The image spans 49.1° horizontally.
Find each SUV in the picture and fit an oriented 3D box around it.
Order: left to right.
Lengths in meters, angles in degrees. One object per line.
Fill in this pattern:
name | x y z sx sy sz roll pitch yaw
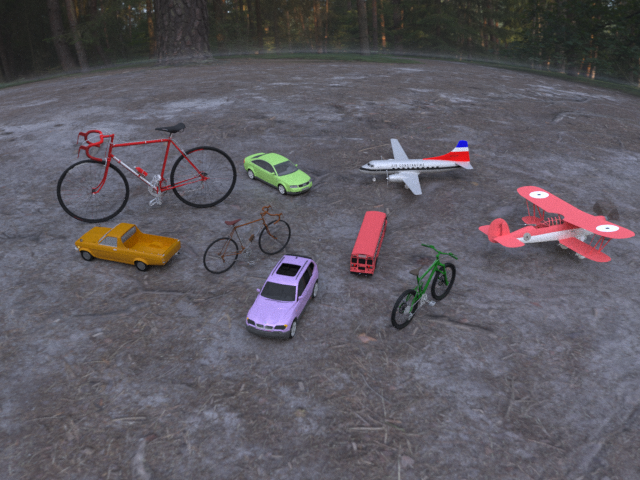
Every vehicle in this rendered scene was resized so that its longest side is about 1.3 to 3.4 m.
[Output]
SUV | -0.486 0.731 9.534 0.656 0.580 1.572 9 30 15

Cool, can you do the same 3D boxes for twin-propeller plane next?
twin-propeller plane | 1.798 -1.494 13.273 2.129 0.792 2.663 -2 29 -4

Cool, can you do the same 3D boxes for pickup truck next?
pickup truck | -2.971 0.058 10.802 1.603 0.511 0.640 9 31 16

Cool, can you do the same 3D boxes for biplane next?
biplane | 3.508 -0.174 10.734 2.120 0.981 2.598 -8 30 -14

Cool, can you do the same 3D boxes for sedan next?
sedan | -0.806 -1.314 13.268 0.635 0.483 1.613 -24 37 -36

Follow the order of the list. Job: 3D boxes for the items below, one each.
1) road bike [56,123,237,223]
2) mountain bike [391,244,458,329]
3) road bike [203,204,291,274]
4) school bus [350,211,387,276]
road bike | -2.897 -1.161 11.800 3.004 1.656 0.696 -9 31 -16
mountain bike | 1.431 0.613 9.450 0.573 0.868 1.469 24 37 36
road bike | -1.085 -0.014 10.582 1.545 0.852 0.358 -20 35 -31
school bus | 0.790 -0.008 10.996 0.365 0.434 1.708 6 30 11
